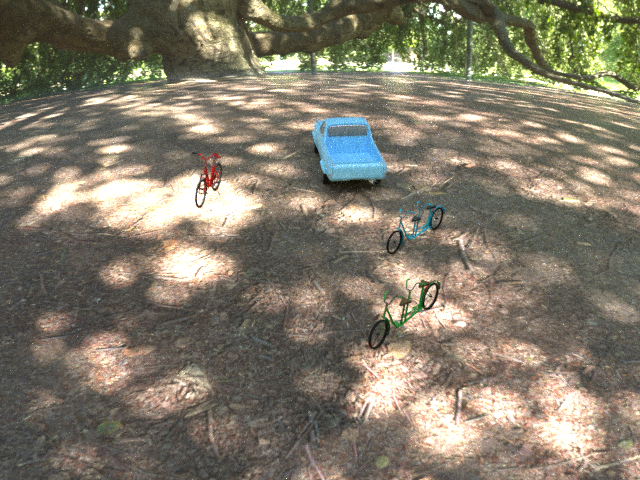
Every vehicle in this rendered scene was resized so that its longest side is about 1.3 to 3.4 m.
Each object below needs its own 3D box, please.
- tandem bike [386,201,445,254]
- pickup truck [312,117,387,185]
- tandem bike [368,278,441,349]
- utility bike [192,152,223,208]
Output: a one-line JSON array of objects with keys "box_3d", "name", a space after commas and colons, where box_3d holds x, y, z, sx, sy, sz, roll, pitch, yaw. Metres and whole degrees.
[{"box_3d": [1.577, -0.294, 11.327, 0.283, 0.682, 1.642, 21, 33, 36], "name": "tandem bike"}, {"box_3d": [0.548, -1.939, 14.309, 1.244, 0.993, 3.117, -3, 26, -5], "name": "pickup truck"}, {"box_3d": [1.125, 0.835, 9.039, 0.283, 0.682, 1.642, 20, 33, 35], "name": "tandem bike"}, {"box_3d": [-1.997, -1.207, 12.878, 0.535, 0.946, 1.435, 5, 27, 10], "name": "utility bike"}]
